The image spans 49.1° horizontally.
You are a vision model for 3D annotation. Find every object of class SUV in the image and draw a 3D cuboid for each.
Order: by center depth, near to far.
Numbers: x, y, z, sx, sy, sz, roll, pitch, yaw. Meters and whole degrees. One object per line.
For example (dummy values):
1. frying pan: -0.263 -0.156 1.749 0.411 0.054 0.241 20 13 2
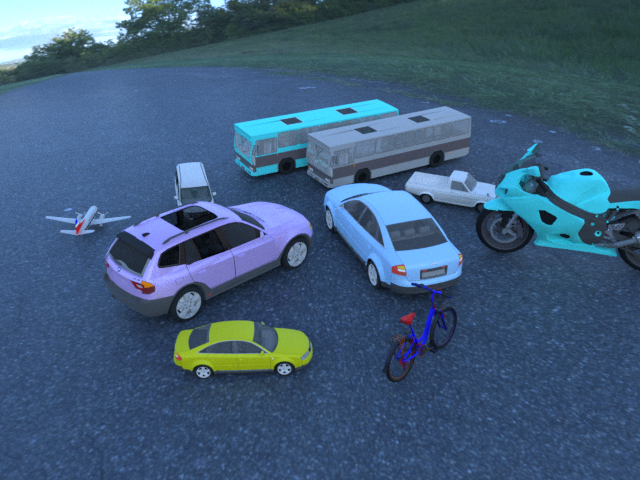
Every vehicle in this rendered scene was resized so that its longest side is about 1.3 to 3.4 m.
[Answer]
1. SUV: -1.453 0.051 9.671 3.058 1.128 1.276 -25 37 -38

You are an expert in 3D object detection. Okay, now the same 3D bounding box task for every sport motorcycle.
1. sport motorcycle: 3.769 -0.397 10.007 2.955 1.596 0.983 7 29 13

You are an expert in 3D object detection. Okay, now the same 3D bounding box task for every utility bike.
1. utility bike: 1.144 1.015 8.081 0.535 0.946 1.435 24 37 37

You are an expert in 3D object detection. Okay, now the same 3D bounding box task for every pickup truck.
1. pickup truck: 2.298 -0.904 12.084 1.603 0.511 0.640 11 30 20

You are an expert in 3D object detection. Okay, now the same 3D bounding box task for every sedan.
1. sedan: -0.892 1.230 8.169 1.613 0.483 0.635 -1 28 -3
2. sedan: 0.979 -0.241 10.409 1.235 0.940 3.137 -10 30 -17

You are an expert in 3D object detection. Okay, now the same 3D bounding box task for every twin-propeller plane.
1. twin-propeller plane: -3.728 -0.351 11.172 1.370 0.407 1.095 0 28 0

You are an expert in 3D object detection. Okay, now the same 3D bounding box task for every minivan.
1. minivan: -2.099 -0.755 11.698 0.681 0.616 1.548 -7 29 -12

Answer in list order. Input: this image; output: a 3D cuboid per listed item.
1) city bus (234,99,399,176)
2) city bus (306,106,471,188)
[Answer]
1. city bus: -0.025 -1.995 13.697 3.255 0.894 0.926 -15 32 -25
2. city bus: 1.344 -1.758 13.259 3.255 0.894 0.926 -16 32 -27
